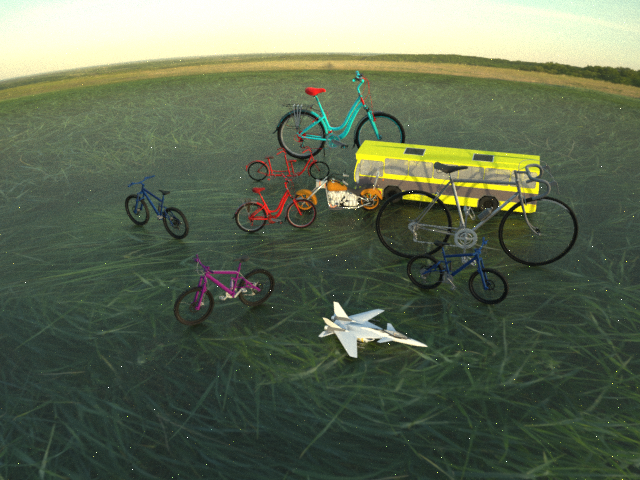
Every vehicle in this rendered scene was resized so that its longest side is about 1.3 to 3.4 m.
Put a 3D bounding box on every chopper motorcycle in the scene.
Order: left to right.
[{"bbox_3d":[0.321,-0.856,12.356,1.563,0.761,0.466,1,27,2],"label":"chopper motorcycle"}]

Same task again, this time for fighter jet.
[{"bbox_3d":[0.717,1.141,8.948,1.358,0.286,1.147,10,29,19],"label":"fighter jet"}]

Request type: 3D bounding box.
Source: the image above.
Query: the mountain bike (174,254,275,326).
[{"bbox_3d":[-1.263,0.622,9.327,1.469,0.868,0.573,-16,31,-28],"label":"mountain bike"}]

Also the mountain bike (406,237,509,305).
[{"bbox_3d":[1.909,0.410,9.745,1.469,0.868,0.573,13,30,23],"label":"mountain bike"}]

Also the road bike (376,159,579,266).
[{"bbox_3d":[2.345,-0.395,10.460,3.004,1.656,0.697,3,27,6],"label":"road bike"}]

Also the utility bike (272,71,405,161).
[{"bbox_3d":[0.391,-2.571,14.544,2.791,1.839,1.039,3,27,5],"label":"utility bike"}]

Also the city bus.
[{"bbox_3d":[2.293,-1.138,12.764,3.255,0.894,0.926,7,28,14],"label":"city bus"}]

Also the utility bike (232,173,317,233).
[{"bbox_3d":[-0.767,-0.613,11.673,1.435,0.946,0.535,-5,27,-9],"label":"utility bike"}]

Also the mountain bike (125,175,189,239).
[{"bbox_3d":[-2.731,-0.530,11.595,1.469,0.868,0.573,17,32,30],"label":"mountain bike"}]

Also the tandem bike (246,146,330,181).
[{"bbox_3d":[-0.632,-1.478,13.668,1.642,0.682,0.283,0,27,-1],"label":"tandem bike"}]
